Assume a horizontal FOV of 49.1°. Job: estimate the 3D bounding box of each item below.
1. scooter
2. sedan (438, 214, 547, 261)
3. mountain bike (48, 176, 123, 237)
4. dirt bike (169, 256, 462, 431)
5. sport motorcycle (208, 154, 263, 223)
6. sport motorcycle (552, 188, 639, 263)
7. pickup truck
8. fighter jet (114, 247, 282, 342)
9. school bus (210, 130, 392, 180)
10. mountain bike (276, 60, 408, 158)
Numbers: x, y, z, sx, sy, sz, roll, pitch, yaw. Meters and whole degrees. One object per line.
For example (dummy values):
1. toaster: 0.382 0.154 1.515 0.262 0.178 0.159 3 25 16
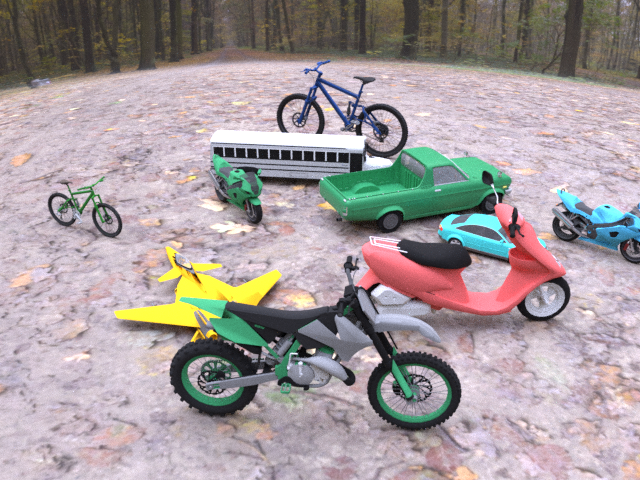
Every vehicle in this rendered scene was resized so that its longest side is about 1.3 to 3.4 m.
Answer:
1. scooter: 1.729 0.230 8.326 2.721 1.786 1.288 -1 27 -3
2. sedan: 2.545 -0.059 10.324 1.613 0.483 0.635 16 31 28
3. mountain bike: -3.670 -0.529 10.822 1.469 0.868 0.573 13 30 23
4. dirt bike: -0.072 1.092 6.771 2.903 1.666 1.024 3 27 6
5. sport motorcycle: -1.364 -0.854 11.509 0.506 0.821 1.520 -17 32 -30
6. sport motorcycle: 4.122 -0.216 10.260 1.520 0.821 0.506 23 35 38
7. pickup truck: 1.583 -0.923 11.455 3.117 0.993 1.244 -10 29 -19
8. fighter jet: -1.633 0.479 9.191 2.229 0.557 2.640 -14 30 -25
9. school bus: -0.305 -1.473 12.695 3.322 0.844 0.709 3 27 7
10. mountain bike: 0.405 -2.578 13.932 2.857 1.688 1.114 12 29 22
